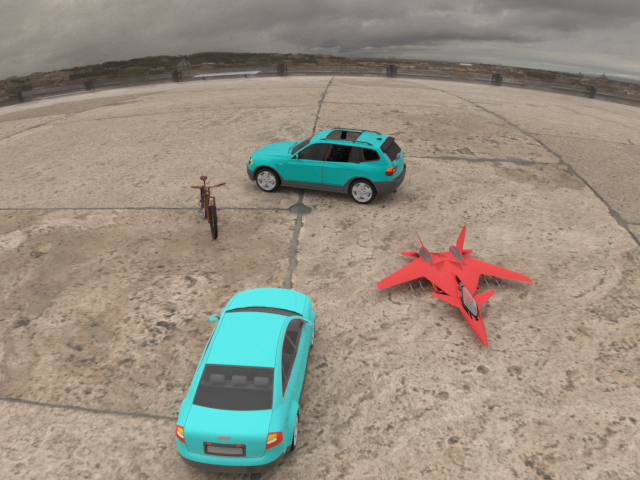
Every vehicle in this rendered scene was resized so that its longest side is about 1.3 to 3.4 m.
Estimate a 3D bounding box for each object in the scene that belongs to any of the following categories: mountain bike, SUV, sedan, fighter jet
[{"bbox_3d":[-1.898,-0.626,11.847,0.573,0.868,1.469,-8,27,-16],"label":"mountain bike"},{"bbox_3d":[0.113,-1.526,13.392,3.058,1.128,1.276,8,27,16],"label":"SUV"},{"bbox_3d":[-0.735,1.291,7.848,1.235,0.940,3.137,2,26,5],"label":"sedan"},{"bbox_3d":[1.941,0.581,9.736,2.229,0.557,2.640,-2,26,-4],"label":"fighter jet"}]
